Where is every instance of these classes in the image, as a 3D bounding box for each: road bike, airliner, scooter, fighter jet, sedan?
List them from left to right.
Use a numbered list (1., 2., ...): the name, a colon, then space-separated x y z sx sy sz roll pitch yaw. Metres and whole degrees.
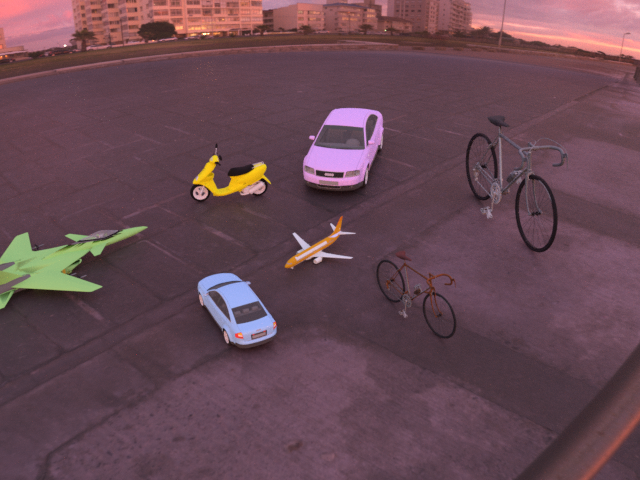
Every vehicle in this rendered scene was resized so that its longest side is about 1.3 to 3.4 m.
1. fighter jet: -3.646 0.096 10.134 2.229 0.557 2.640 25 38 38
2. scooter: -1.546 -1.135 12.004 1.399 0.919 0.662 -7 29 -12
3. sedan: -1.090 0.804 8.920 0.635 0.483 1.613 -14 32 -24
4. airliner: -0.069 0.048 10.356 1.161 0.429 1.307 23 36 35
5. sedan: 0.490 -1.878 13.338 1.235 0.940 3.137 6 29 11
6. road bike: 1.197 0.624 8.866 0.358 0.852 1.545 -18 33 -29
7. road bike: 2.974 -1.038 11.059 0.696 1.656 3.004 -7 29 -12
